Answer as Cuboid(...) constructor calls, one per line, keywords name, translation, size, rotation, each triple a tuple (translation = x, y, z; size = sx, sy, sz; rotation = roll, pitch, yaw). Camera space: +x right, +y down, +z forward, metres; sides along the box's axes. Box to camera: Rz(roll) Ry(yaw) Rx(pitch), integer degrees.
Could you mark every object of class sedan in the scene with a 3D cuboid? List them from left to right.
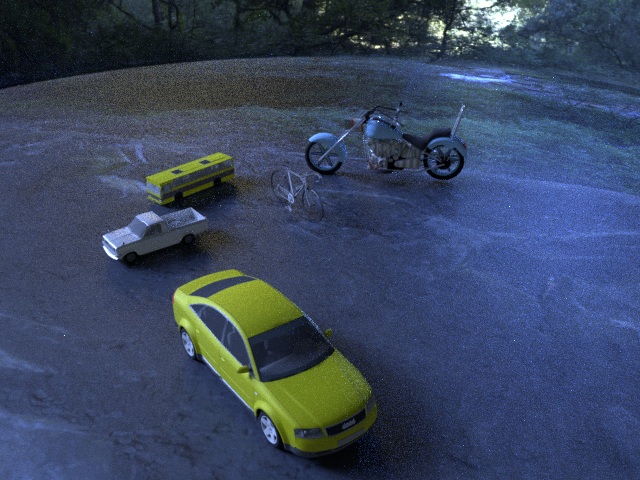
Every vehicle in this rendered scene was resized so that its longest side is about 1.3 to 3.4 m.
Cuboid(name="sedan", translation=(-0.606, 1.189, 7.952), size=(1.235, 0.940, 3.137), rotation=(-19, 34, -31))

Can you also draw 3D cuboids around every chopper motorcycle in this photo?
Cuboid(name="chopper motorcycle", translation=(1.224, -1.858, 13.020), size=(3.040, 1.480, 0.906), rotation=(5, 29, 9))

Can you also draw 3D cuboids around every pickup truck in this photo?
Cuboid(name="pickup truck", translation=(-2.547, -0.147, 10.875), size=(1.603, 0.511, 0.640), rotation=(-20, 34, -32))

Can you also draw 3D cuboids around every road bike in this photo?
Cuboid(name="road bike", translation=(-0.410, -0.869, 11.851), size=(0.358, 0.852, 1.545), rotation=(-20, 34, -32))

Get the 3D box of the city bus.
Cuboid(name="city bus", translation=(-2.328, -1.113, 12.714), size=(0.476, 0.460, 1.674), rotation=(24, 37, 37))
